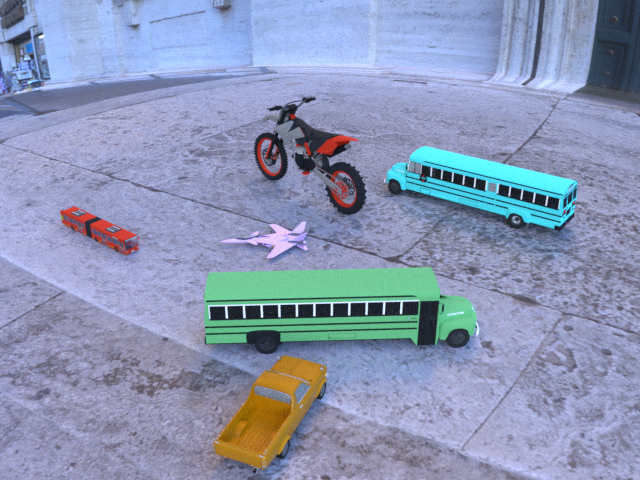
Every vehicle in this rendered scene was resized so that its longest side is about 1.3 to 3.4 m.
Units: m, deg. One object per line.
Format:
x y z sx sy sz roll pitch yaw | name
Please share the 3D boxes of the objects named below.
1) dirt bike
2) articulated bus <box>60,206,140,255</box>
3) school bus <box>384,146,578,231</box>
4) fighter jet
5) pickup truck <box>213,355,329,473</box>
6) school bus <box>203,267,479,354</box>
-0.261 -1.538 12.226 1.024 1.666 2.903 -23 35 -37 | dirt bike
-3.499 -0.165 11.063 1.749 0.289 0.311 21 34 34 | articulated bus
2.628 -0.940 11.962 3.322 0.844 0.709 19 33 32 | school bus
-0.869 -0.057 10.856 1.358 0.286 1.147 -1 27 -1 | fighter jet
-0.463 1.695 7.205 0.640 0.511 1.603 11 29 20 | pickup truck
0.278 0.826 8.530 3.322 0.844 0.709 -1 27 -2 | school bus
